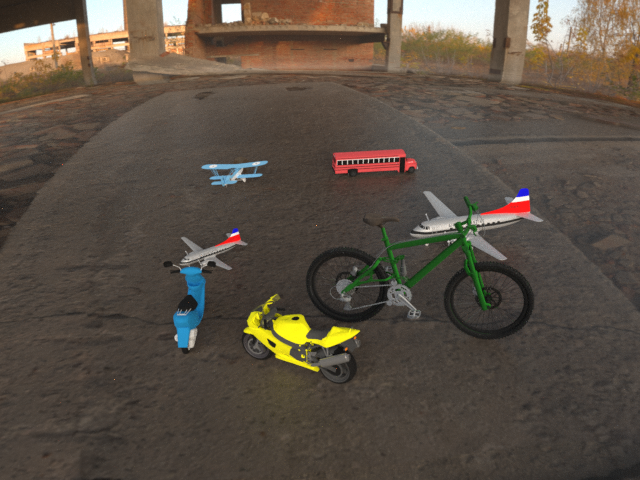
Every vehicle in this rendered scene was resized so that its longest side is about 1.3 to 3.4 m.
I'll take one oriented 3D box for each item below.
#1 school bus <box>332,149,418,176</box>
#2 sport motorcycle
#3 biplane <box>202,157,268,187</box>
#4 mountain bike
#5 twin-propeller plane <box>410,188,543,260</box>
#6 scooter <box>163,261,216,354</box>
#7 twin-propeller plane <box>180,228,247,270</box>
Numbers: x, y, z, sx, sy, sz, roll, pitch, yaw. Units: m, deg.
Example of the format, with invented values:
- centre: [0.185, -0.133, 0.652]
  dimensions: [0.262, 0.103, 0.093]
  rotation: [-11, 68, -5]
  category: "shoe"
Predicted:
- centre: [1.109, -1.551, 13.986]
  dimensions: [1.708, 0.434, 0.365]
  rotation: [-4, 27, -8]
  category: "school bus"
- centre: [-0.251, 1.173, 8.103]
  dimensions: [1.520, 0.821, 0.506]
  rotation: [12, 29, 22]
  category: "sport motorcycle"
- centre: [-1.675, -1.235, 13.275]
  dimensions: [1.336, 0.504, 1.090]
  rotation: [7, 27, 13]
  category: "biplane"
- centre: [1.212, 0.404, 8.671]
  dimensions: [2.857, 1.688, 1.114]
  rotation: [6, 27, 11]
  category: "mountain bike"
- centre: [2.433, -0.361, 11.204]
  dimensions: [2.129, 0.792, 2.663]
  rotation: [-8, 28, -15]
  category: "twin-propeller plane"
- centre: [-1.635, 0.750, 8.839]
  dimensions: [0.662, 0.919, 1.399]
  rotation: [0, 27, 0]
  category: "scooter"
- centre: [-1.659, 0.136, 10.640]
  dimensions: [1.095, 0.407, 1.370]
  rotation: [-21, 33, -35]
  category: "twin-propeller plane"
